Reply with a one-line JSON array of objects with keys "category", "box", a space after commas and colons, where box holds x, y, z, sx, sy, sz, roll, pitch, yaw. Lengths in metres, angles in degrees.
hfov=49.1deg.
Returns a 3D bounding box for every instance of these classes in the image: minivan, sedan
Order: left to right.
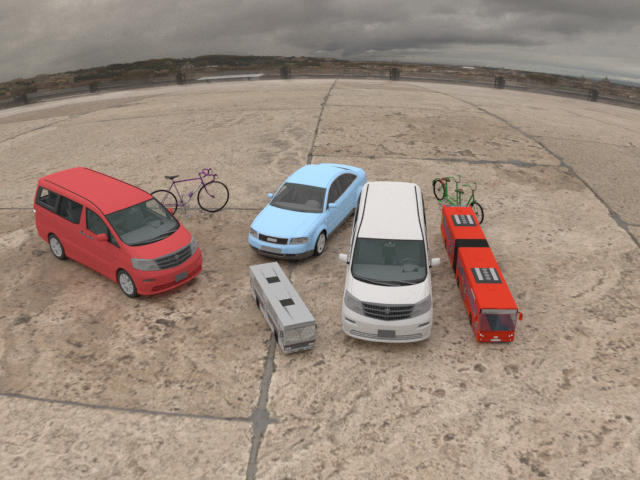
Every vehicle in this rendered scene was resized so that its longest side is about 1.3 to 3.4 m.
[{"category": "minivan", "box": [-3.107, -0.186, 10.618, 3.011, 1.197, 1.324, 20, 32, 36]}, {"category": "sedan", "box": [-0.144, -0.649, 11.876, 1.235, 0.940, 3.137, 10, 28, 20]}, {"category": "minivan", "box": [0.964, 0.217, 9.779, 1.324, 1.197, 3.011, 3, 26, 5]}]

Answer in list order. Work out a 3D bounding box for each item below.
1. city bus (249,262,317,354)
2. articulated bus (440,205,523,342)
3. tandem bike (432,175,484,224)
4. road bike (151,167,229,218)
[{"category": "city bus", "box": [-0.524, 0.875, 9.262, 0.476, 0.460, 1.674, -9, 27, -18]}, {"category": "articulated bus", "box": [2.237, 0.357, 10.222, 0.605, 0.561, 3.401, 0, 26, 1]}, {"category": "tandem bike", "box": [2.463, -0.828, 12.547, 0.283, 0.682, 1.642, -11, 28, -21]}, {"category": "road bike", "box": [-2.336, -0.798, 12.289, 1.545, 0.852, 0.358, -12, 28, -23]}]
